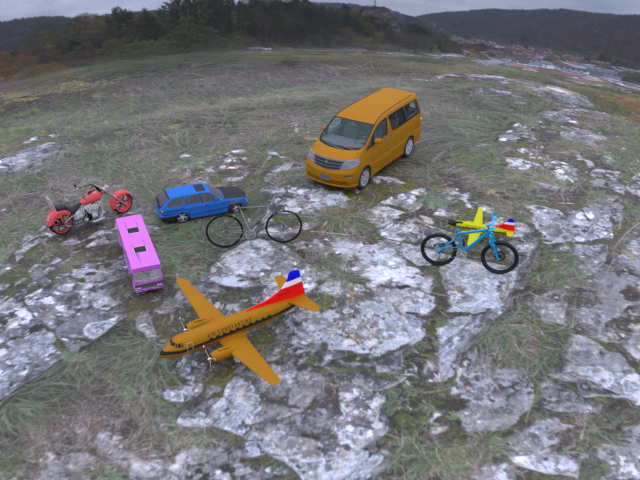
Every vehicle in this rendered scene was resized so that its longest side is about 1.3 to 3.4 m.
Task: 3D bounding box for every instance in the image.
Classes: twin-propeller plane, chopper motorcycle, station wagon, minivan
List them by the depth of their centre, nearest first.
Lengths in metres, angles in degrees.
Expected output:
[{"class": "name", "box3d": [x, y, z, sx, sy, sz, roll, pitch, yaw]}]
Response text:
[{"class": "twin-propeller plane", "box3d": [-1.081, 0.991, 8.998, 2.129, 0.792, 2.663, -19, 35, -29]}, {"class": "twin-propeller plane", "box3d": [2.655, -0.243, 11.529, 1.095, 0.407, 1.370, 10, 31, 16]}, {"class": "chopper motorcycle", "box3d": [-3.887, -0.614, 11.819, 0.466, 0.761, 1.563, 25, 38, 37]}, {"class": "station wagon", "box3d": [-2.068, -0.715, 12.284, 1.597, 0.473, 0.682, -12, 32, -19]}, {"class": "minivan", "box3d": [0.912, -2.054, 13.887, 1.324, 1.197, 3.011, 18, 35, 28]}]

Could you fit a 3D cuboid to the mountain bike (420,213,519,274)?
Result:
[{"class": "mountain bike", "box3d": [2.253, 0.072, 10.520, 1.469, 0.868, 0.573, 8, 31, 13]}]

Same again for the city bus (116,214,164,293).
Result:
[{"class": "city bus", "box3d": [-2.777, 0.196, 10.713, 0.476, 0.460, 1.674, -12, 32, -19]}]

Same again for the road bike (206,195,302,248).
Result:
[{"class": "road bike", "box3d": [-1.052, -0.287, 11.161, 1.545, 0.852, 0.358, -5, 30, -8]}]
